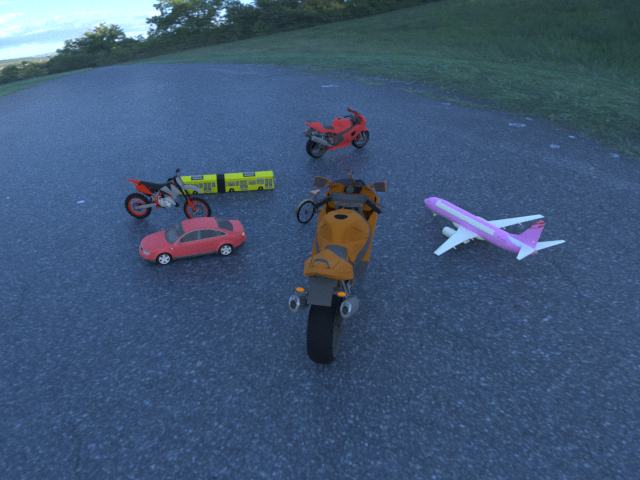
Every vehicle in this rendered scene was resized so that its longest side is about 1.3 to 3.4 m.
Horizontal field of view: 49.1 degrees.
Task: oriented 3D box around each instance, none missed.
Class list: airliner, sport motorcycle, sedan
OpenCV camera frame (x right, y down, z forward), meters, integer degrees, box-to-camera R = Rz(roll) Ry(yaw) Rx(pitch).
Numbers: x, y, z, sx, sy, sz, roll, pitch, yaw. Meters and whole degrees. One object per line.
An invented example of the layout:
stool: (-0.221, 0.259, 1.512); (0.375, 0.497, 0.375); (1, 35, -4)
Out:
airliner: (2.480, -0.371, 10.881); (2.257, 0.835, 2.541); (-18, 33, -29)
sport motorcycle: (0.362, -2.148, 14.115); (1.520, 0.821, 0.506); (-16, 33, -26)
sport motorcycle: (0.249, 0.254, 8.959); (0.983, 1.596, 2.955); (5, 29, 10)
sedan: (-1.937, -0.039, 10.641); (1.613, 0.483, 0.635); (-9, 30, -15)

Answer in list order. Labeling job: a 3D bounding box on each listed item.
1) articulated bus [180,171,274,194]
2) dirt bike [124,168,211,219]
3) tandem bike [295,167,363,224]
articulated bus: (-1.689, -1.032, 12.644); (1.749, 0.289, 0.311); (-4, 29, -8)
dirt bike: (-2.509, -0.697, 11.448); (1.493, 0.857, 0.527); (5, 29, 9)
tandem bike: (0.193, -0.777, 11.774); (1.642, 0.682, 0.283); (-25, 37, -37)
